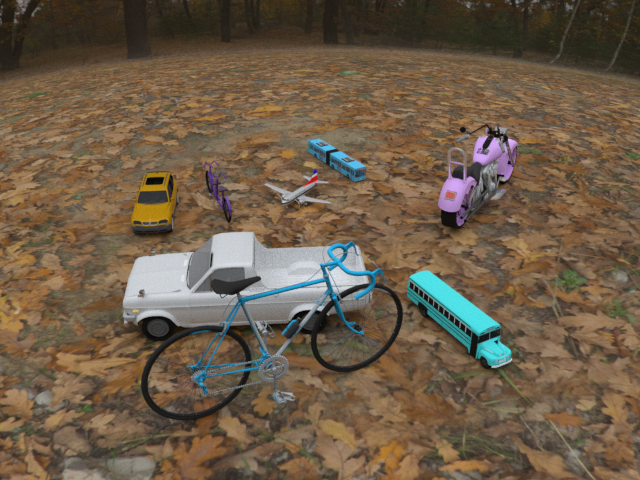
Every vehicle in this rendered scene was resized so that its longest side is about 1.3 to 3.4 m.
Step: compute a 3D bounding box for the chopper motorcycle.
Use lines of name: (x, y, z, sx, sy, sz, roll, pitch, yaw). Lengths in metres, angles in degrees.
chopper motorcycle: (2.723, -1.259, 11.602, 0.906, 1.480, 3.040, 17, 33, 27)

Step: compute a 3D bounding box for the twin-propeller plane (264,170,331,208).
twin-propeller plane: (-0.339, -0.865, 11.998, 1.370, 0.407, 1.095, 18, 34, 29)

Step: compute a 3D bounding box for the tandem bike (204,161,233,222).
tandem bike: (-1.717, -0.867, 11.718, 0.283, 0.682, 1.642, -11, 31, -19)

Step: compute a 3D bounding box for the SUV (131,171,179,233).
SUV: (-2.682, -0.636, 11.404, 0.656, 0.580, 1.572, -3, 29, -5)

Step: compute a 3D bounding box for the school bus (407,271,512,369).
school bus: (1.708, 0.960, 8.662, 0.365, 0.434, 1.708, -15, 32, -25)

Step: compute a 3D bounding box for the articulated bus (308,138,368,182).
articulated bus: (0.303, -1.543, 13.348, 0.311, 0.289, 1.749, -16, 33, -27)

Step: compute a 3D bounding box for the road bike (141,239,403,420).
road bike: (-0.411, 0.966, 7.387, 3.004, 1.656, 0.696, -13, 31, -22)

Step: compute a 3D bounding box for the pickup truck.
pickup truck: (-0.919, 0.495, 8.928, 3.117, 0.993, 1.244, -2, 29, -4)
